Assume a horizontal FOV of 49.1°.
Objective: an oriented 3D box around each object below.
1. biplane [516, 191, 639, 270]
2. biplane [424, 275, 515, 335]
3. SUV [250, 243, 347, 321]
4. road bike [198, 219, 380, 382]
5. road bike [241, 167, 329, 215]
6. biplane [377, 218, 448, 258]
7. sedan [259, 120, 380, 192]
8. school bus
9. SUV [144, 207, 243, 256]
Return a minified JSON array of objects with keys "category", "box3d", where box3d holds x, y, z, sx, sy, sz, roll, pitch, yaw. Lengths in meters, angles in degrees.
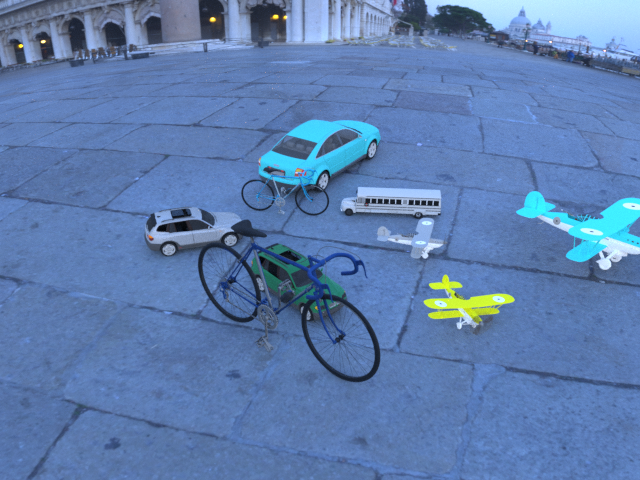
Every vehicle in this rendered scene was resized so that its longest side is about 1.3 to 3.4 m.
[{"category":"biplane","box3d":[4.105,-0.199,10.698,2.120,0.981,2.598,24,38,35]},{"category":"biplane","box3d":[1.910,0.844,9.370,1.336,0.504,1.090,-10,32,-17]},{"category":"SUV","box3d":[-0.319,0.548,9.805,0.656,0.580,1.572,-25,39,-37]},{"category":"road bike","box3d":[-0.487,0.645,8.564,3.004,1.656,0.696,22,37,33]},{"category":"road bike","box3d":[-0.603,-0.838,11.931,1.545,0.852,0.358,5,30,9]},{"category":"biplane","box3d":[1.430,-0.016,10.857,1.090,0.504,1.336,7,31,12]},{"category":"sedan","box3d":[0.073,-1.819,13.540,1.235,0.940,3.137,19,35,29]},{"category":"school bus","box3d":[1.213,-0.651,12.025,1.708,0.434,0.365,2,30,4]},{"category":"SUV","box3d":[-1.992,-0.206,11.109,1.572,0.580,0.656,-9,31,-15]}]
